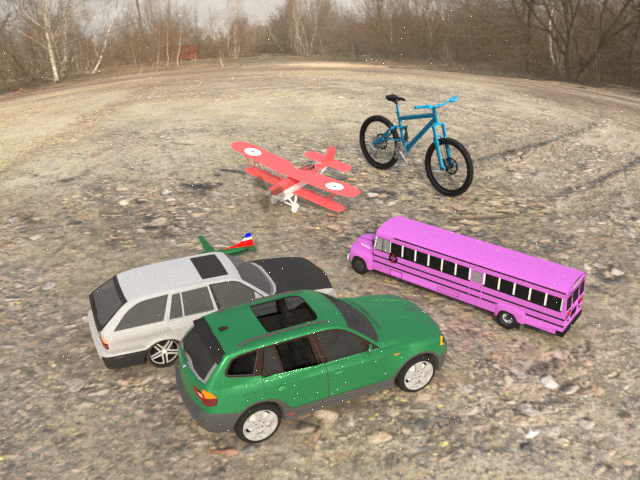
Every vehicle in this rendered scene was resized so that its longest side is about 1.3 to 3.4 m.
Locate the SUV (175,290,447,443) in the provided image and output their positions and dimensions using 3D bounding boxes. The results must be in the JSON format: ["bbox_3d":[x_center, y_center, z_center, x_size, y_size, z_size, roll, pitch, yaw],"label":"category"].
[{"bbox_3d":[-0.055,1.169,7.734,3.058,1.128,1.276,-12,29,-22],"label":"SUV"}]

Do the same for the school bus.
[{"bbox_3d":[1.853,0.392,9.572,3.322,0.844,0.709,19,33,33],"label":"school bus"}]

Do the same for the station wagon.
[{"bbox_3d":[-1.311,0.707,8.869,3.105,0.920,1.327,-12,29,-22],"label":"station wagon"}]

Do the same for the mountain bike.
[{"bbox_3d":[1.746,-1.888,13.116,1.114,1.688,2.857,-21,34,-35],"label":"mountain bike"}]

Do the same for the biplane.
[{"bbox_3d":[-0.286,-1.110,12.368,2.598,0.981,2.120,17,31,29],"label":"biplane"}]

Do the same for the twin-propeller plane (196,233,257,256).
[{"bbox_3d":[-1.499,0.168,10.493,1.095,0.407,1.370,-13,30,-23],"label":"twin-propeller plane"}]
